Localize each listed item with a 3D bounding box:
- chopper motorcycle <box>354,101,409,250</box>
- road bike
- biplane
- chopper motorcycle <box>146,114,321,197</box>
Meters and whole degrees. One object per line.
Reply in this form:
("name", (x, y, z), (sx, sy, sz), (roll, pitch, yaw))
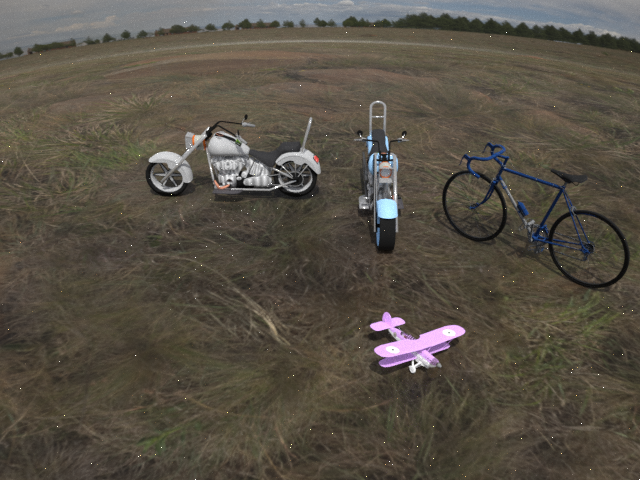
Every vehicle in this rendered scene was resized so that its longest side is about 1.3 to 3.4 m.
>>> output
("chopper motorcycle", (1.005, -1.113, 11.464), (0.906, 1.480, 3.040), (0, 30, 0))
("road bike", (3.024, -0.407, 10.082), (3.004, 1.656, 0.696), (26, 39, 37))
("biplane", (1.101, 1.234, 8.415), (1.336, 0.504, 1.090), (-19, 35, -29))
("chopper motorcycle", (-1.505, -1.420, 11.988), (3.040, 1.480, 0.906), (2, 30, 3))
